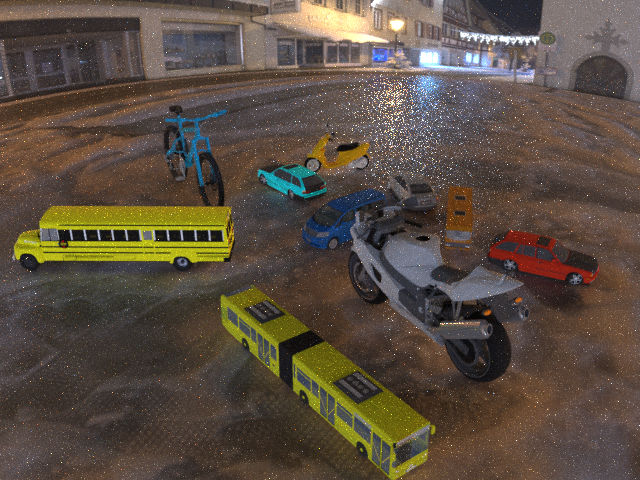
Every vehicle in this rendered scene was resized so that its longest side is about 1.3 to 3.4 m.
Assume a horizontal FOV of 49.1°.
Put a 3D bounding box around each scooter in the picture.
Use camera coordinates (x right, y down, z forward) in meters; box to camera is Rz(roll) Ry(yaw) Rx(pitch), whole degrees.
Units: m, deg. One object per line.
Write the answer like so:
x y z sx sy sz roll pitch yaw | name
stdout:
0.370 -1.819 14.089 1.399 0.919 0.662 -5 27 -9 | scooter

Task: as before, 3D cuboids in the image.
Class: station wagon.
3.362 0.231 10.508 1.597 0.473 0.682 13 30 24 | station wagon
-0.562 -1.189 13.332 0.682 0.473 1.597 -20 33 -34 | station wagon

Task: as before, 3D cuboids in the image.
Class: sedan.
1.694 -0.993 12.931 0.635 0.483 1.613 -5 27 -10 | sedan

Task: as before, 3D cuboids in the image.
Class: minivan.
0.424 -0.356 11.517 1.548 0.616 0.681 -20 33 -34 | minivan

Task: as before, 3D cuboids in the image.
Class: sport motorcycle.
1.273 0.532 8.660 0.983 1.596 2.955 -17 31 -30 | sport motorcycle

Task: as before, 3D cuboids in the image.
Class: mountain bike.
-2.379 -1.605 12.808 1.114 1.688 2.857 -15 30 -27 | mountain bike

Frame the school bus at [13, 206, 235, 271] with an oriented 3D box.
-2.995 -0.052 10.659 3.322 0.844 0.709 0 27 0 | school bus

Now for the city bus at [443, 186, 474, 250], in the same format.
2.322 -0.367 11.713 0.476 0.460 1.674 5 27 10 | city bus

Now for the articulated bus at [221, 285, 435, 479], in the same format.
-0.091 1.462 7.963 0.605 0.561 3.401 -18 32 -32 | articulated bus
